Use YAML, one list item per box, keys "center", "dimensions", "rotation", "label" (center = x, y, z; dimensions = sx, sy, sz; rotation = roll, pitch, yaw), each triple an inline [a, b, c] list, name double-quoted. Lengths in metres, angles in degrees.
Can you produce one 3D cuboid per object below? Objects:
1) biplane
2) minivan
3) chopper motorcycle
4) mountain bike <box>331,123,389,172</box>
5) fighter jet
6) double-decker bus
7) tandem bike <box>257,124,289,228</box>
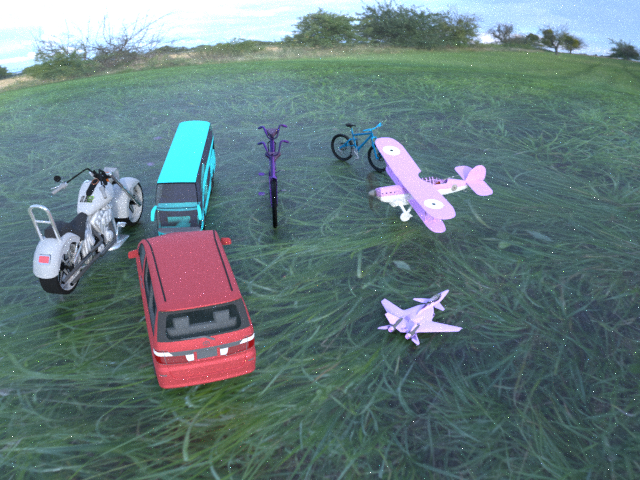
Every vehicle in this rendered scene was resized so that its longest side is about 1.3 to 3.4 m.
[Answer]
- center: [1.809, -0.855, 11.641]
  dimensions: [2.120, 0.981, 2.598]
  rotation: [-8, 29, -15]
  label: "biplane"
- center: [-1.641, 0.562, 8.710]
  dimensions: [1.324, 1.197, 3.011]
  rotation: [-8, 29, -15]
  label: "minivan"
- center: [-3.309, -0.406, 10.248]
  dimensions: [0.906, 1.480, 3.040]
  rotation: [4, 28, 8]
  label: "chopper motorcycle"
- center: [0.797, -1.853, 13.661]
  dimensions: [1.469, 0.868, 0.573]
  rotation: [21, 34, 34]
  label: "mountain bike"
- center: [1.363, 0.863, 9.116]
  dimensions: [1.147, 0.286, 1.358]
  rotation: [19, 33, 32]
  label: "fighter jet"
- center: [-2.243, -1.043, 11.921]
  dimensions: [0.756, 1.052, 3.251]
  rotation: [-2, 28, -3]
  label: "double-decker bus"
- center: [-0.824, -1.372, 12.253]
  dimensions: [0.550, 1.326, 3.192]
  rotation: [-2, 28, -4]
  label: "tandem bike"
